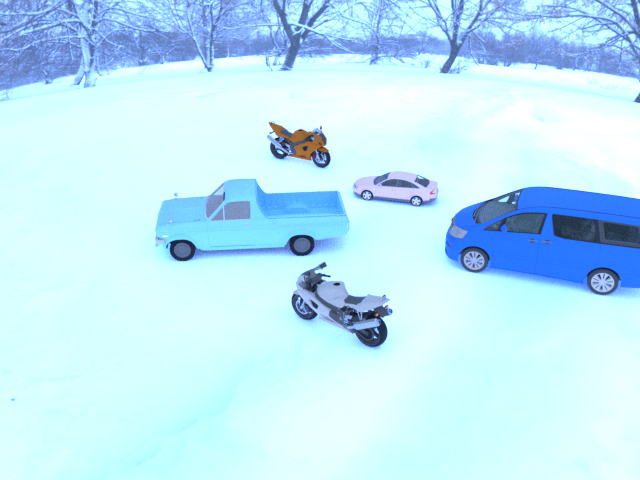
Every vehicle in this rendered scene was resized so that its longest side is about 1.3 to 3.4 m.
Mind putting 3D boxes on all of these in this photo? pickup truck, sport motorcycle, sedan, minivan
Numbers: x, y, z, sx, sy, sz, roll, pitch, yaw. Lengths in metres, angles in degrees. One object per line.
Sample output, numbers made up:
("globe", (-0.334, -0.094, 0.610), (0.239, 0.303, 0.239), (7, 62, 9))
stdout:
("pickup truck", (-1.100, -0.413, 11.317), (3.117, 0.993, 1.244), (-3, 27, -5))
("sport motorcycle", (-0.437, -2.008, 14.643), (1.520, 0.821, 0.506), (15, 31, 28))
("sport motorcycle", (0.239, 0.842, 9.036), (1.520, 0.821, 0.506), (18, 32, 32))
("sedan", (1.407, -1.013, 13.059), (1.613, 0.483, 0.635), (8, 28, 15))
("minivan", (3.425, -0.112, 10.499), (3.011, 1.197, 1.324), (10, 29, 19))
